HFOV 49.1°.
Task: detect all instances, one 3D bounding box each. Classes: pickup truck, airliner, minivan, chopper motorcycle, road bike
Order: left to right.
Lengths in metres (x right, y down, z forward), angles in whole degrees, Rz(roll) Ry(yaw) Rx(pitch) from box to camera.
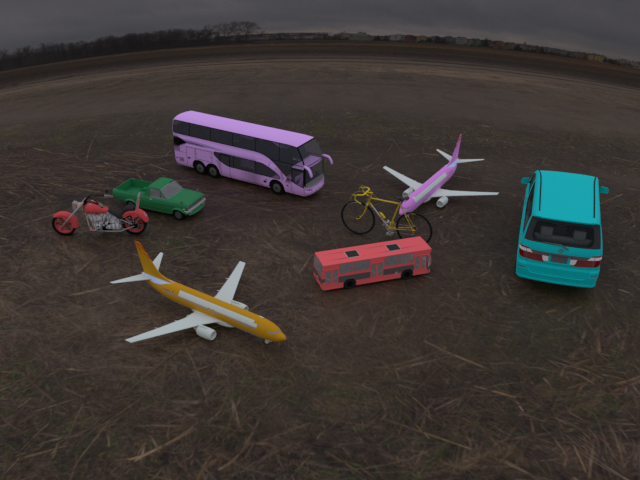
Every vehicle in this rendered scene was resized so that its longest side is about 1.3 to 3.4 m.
[{"bbox_3d":[-3.550,-0.423,11.254,1.563,0.761,0.466,1,29,1],"label":"chopper motorcycle"},{"bbox_3d":[-2.808,-0.792,12.190,1.603,0.511,0.640,11,31,20],"label":"pickup truck"},{"bbox_3d":[-1.492,0.690,9.141,2.541,0.835,2.257,17,33,28],"label":"airliner"},{"bbox_3d":[1.042,-0.374,11.070,1.545,0.852,0.358,13,31,22],"label":"road bike"},{"bbox_3d":[2.019,-1.149,12.504,2.257,0.835,2.541,17,33,28],"label":"airliner"},{"bbox_3d":[3.707,-0.401,10.759,1.324,1.197,3.011,9,30,16],"label":"minivan"}]

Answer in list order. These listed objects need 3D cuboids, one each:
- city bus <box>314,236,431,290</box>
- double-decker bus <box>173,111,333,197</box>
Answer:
[{"bbox_3d":[0.764,0.351,10.151,1.674,0.460,0.476,-8,30,-15],"label":"city bus"},{"bbox_3d":[-1.346,-1.630,13.158,3.251,1.052,0.756,16,33,27],"label":"double-decker bus"}]
